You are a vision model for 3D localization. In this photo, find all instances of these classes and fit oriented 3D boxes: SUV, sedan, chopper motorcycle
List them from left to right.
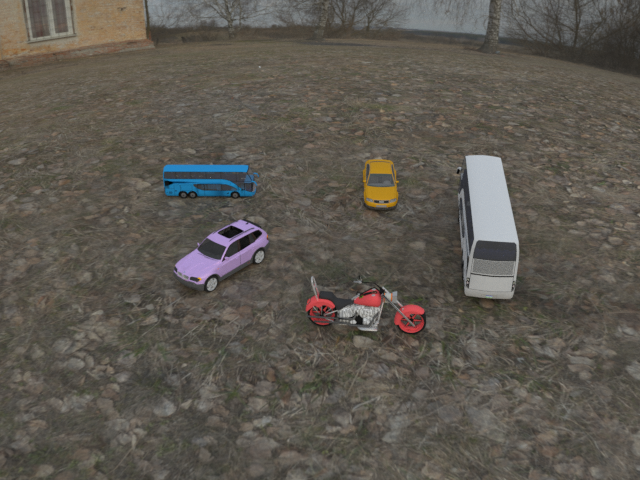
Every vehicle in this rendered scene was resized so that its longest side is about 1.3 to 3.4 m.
[{"bbox_3d":[-1.436,0.189,10.311,0.656,0.580,1.572,23,37,34],"label":"SUV"},{"bbox_3d":[0.593,0.839,9.009,1.563,0.761,0.466,3,30,5],"label":"chopper motorcycle"},{"bbox_3d":[1.081,-1.058,12.559,0.635,0.483,1.613,1,30,2],"label":"sedan"}]

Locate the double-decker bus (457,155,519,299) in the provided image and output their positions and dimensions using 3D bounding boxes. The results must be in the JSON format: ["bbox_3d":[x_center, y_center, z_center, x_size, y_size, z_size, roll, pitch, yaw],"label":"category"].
[{"bbox_3d":[2.526,-0.334,10.745,0.756,1.052,3.251,4,30,7],"label":"double-decker bus"}]

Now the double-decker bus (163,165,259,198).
[{"bbox_3d":[-1.940,-1.052,12.492,1.672,0.541,0.389,0,30,0],"label":"double-decker bus"}]
